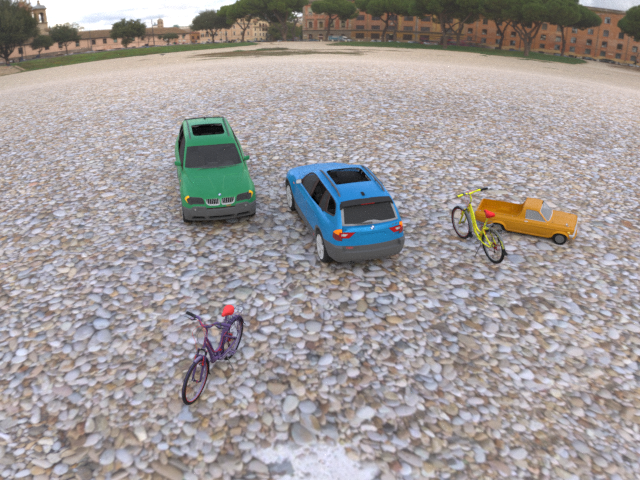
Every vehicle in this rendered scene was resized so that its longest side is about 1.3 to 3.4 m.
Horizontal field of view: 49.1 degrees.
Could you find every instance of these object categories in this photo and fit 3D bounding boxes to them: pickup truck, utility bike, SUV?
[{"bbox_3d":[3.300,-0.382,11.200,1.603,0.511,0.640,11,30,21],"label":"pickup truck"},{"bbox_3d":[2.337,-0.250,10.486,0.535,0.946,1.435,-11,30,-20],"label":"utility bike"},{"bbox_3d":[-1.129,1.156,7.821,0.535,0.946,1.435,10,30,19],"label":"utility bike"},{"bbox_3d":[-1.907,-1.321,12.319,1.276,1.128,3.058,-6,28,-11],"label":"SUV"},{"bbox_3d":[0.326,-0.659,11.064,1.276,1.128,3.058,-8,29,-14],"label":"SUV"}]
